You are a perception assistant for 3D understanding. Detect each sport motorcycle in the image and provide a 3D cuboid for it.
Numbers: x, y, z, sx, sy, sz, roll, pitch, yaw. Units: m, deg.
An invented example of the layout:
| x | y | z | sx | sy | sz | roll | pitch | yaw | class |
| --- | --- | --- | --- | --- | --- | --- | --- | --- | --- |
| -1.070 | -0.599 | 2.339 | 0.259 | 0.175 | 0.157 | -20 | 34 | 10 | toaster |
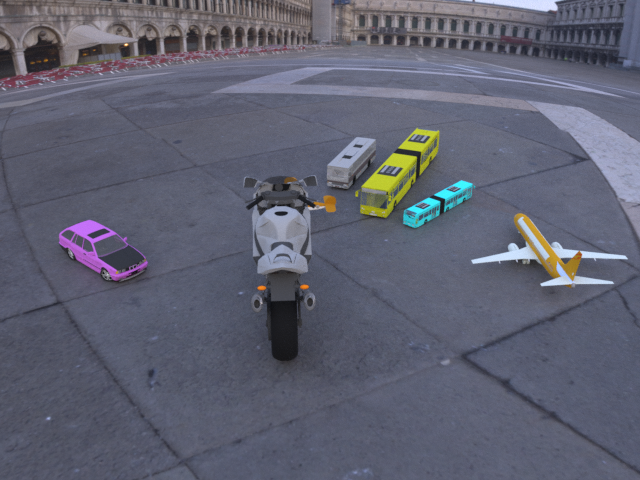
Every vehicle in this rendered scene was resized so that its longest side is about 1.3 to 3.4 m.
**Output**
| x | y | z | sx | sy | sz | roll | pitch | yaw | class |
| --- | --- | --- | --- | --- | --- | --- | --- | --- | --- |
| -0.480 | 0.217 | 8.951 | 0.983 | 1.596 | 2.955 | -2 | 28 | -3 | sport motorcycle |

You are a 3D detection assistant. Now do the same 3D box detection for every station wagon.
| x | y | z | sx | sy | sz | roll | pitch | yaw | class |
| --- | --- | --- | --- | --- | --- | --- | --- | --- | --- |
| -3.217 | 0.118 | 10.343 | 1.597 | 0.473 | 0.682 | 23 | 35 | 36 | station wagon |

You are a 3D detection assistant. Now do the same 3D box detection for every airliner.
| x | y | z | sx | sy | sz | roll | pitch | yaw | class |
| --- | --- | --- | --- | --- | --- | --- | --- | --- | --- |
| 3.278 | -0.016 | 10.210 | 2.257 | 0.835 | 2.541 | -2 | 28 | -3 | airliner |

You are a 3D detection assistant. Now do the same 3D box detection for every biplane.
| x | y | z | sx | sy | sz | roll | pitch | yaw | class |
| --- | --- | --- | --- | --- | --- | --- | --- | --- | --- |
| -0.271 | -0.559 | 11.594 | 1.090 | 0.504 | 1.336 | -3 | 28 | -6 | biplane |

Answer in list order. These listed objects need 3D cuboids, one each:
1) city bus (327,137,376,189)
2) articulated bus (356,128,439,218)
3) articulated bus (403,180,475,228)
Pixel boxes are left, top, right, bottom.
| x | y | z | sx | sy | sz | roll | pitch | yaw | class |
| --- | --- | --- | --- | --- | --- | --- | --- | --- | --- |
| 0.619 | -1.473 | 13.375 | 0.476 | 0.460 | 1.674 | 10 | 30 | 19 | city bus |
| 1.539 | -1.325 | 12.986 | 0.605 | 0.561 | 3.401 | 11 | 30 | 21 | articulated bus |
| 2.042 | -0.625 | 11.950 | 0.311 | 0.289 | 1.749 | 23 | 36 | 37 | articulated bus |
